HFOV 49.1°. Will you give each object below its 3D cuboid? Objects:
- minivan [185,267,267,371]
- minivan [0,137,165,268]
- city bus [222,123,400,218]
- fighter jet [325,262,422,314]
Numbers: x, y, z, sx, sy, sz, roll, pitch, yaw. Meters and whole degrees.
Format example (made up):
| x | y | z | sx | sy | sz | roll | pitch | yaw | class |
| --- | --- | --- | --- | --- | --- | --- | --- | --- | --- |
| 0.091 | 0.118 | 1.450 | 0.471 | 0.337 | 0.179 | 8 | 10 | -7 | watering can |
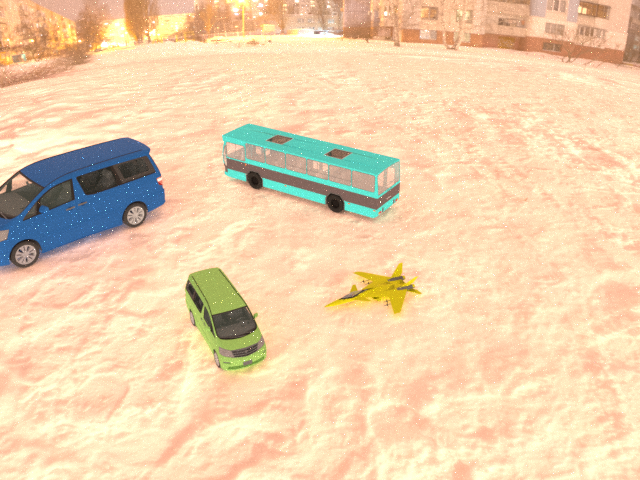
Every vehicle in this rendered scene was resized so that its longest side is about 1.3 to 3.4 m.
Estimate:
| x | y | z | sx | sy | sz | roll | pitch | yaw | class |
| --- | --- | --- | --- | --- | --- | --- | --- | --- | --- |
| -1.190 | 0.953 | 8.664 | 0.681 | 0.616 | 1.548 | -14 | 32 | -23 | minivan |
| -3.967 | -0.646 | 10.953 | 3.011 | 1.197 | 1.324 | -25 | 38 | -37 | minivan |
| -0.215 | -1.230 | 12.322 | 3.255 | 0.894 | 0.926 | 18 | 34 | 29 | city bus |
| 0.665 | 0.669 | 9.518 | 1.358 | 0.286 | 1.147 | -13 | 32 | -23 | fighter jet |
